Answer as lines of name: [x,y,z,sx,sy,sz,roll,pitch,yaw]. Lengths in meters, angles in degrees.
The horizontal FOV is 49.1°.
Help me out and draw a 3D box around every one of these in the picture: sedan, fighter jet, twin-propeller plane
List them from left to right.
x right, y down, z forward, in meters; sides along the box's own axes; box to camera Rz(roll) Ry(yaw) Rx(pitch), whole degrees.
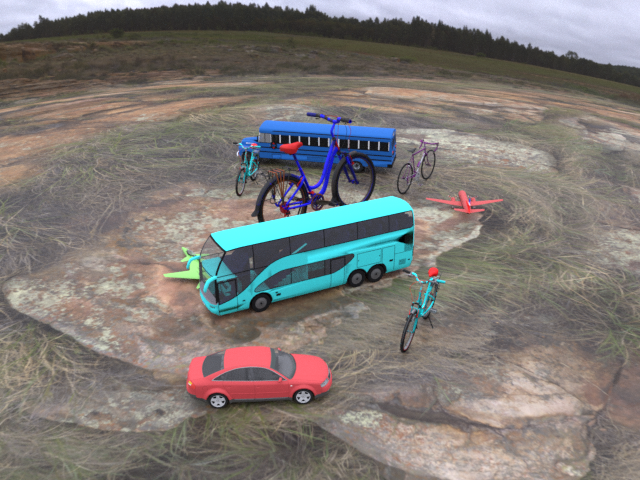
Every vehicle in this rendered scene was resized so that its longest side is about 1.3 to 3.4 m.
fighter jet: [-1.825,0.287,10.468,1.147,0.286,1.358,-15,29,-28]
sedan: [-0.670,1.471,7.773,1.613,0.483,0.635,-2,26,-4]
twin-propeller plane: [2.577,-0.714,12.414,1.370,0.407,1.095,1,26,2]

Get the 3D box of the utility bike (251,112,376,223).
utility bike: [-0.106,-1.154,11.676,2.791,1.839,1.039,-22,33,-38]

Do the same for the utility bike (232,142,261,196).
utility bike: [-1.317,-1.441,13.305,0.535,0.946,1.435,6,26,11]

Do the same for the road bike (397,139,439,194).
road bike: [1.865,-1.431,13.393,0.358,0.852,1.545,17,30,31]

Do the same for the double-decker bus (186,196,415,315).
double-decker bus: [-0.179,0.200,9.763,3.251,1.052,0.756,-13,28,-24]

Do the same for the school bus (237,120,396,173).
school bus: [-0.100,-1.967,14.518,3.322,0.844,0.709,6,26,12]

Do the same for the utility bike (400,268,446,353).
utility bike: [1.321,0.759,8.721,0.535,0.946,1.435,12,28,23]
